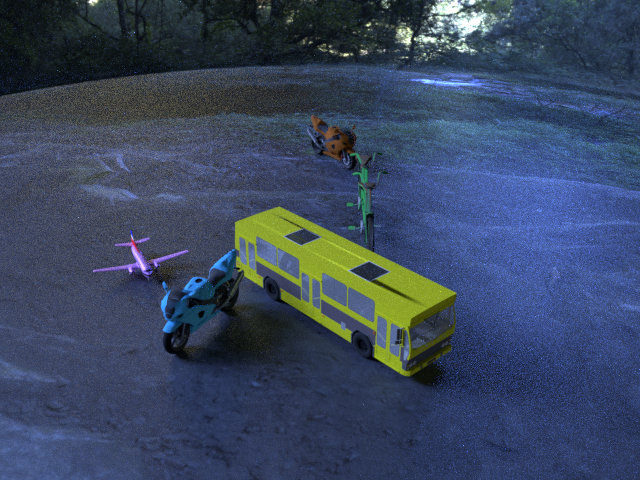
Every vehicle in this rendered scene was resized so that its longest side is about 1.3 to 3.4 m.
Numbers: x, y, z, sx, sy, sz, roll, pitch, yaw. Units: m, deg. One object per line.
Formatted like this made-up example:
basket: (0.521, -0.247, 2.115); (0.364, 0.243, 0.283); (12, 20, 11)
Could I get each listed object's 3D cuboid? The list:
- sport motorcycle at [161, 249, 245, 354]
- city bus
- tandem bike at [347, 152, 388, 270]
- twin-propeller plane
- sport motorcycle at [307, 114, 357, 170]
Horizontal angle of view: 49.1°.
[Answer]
sport motorcycle: (-1.455, 0.749, 8.652); (0.506, 0.821, 1.520); (13, 30, 24)
city bus: (0.189, 0.568, 8.928); (0.926, 0.894, 3.255); (-22, 34, -36)
tandem bike: (0.727, -0.742, 11.025); (0.550, 1.326, 3.192); (0, 27, 0)
twin-propeller plane: (-2.599, 0.232, 10.123); (1.370, 0.407, 1.095); (-13, 30, -23)
sport motorcycle: (0.263, -1.965, 13.983); (0.506, 0.821, 1.520); (-17, 31, -29)
